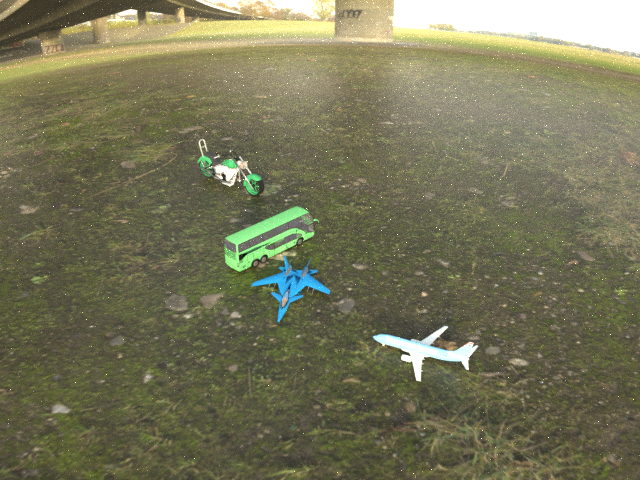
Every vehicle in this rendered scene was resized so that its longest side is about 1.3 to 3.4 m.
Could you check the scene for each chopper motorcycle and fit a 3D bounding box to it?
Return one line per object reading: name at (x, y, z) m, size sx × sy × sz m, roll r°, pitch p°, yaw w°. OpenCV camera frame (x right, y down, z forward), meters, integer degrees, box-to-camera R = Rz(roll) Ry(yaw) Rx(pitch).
chopper motorcycle at (-1.663, -1.336, 12.897) m, size 1.563 × 0.761 × 0.466 m, roll 21°, pitch 36°, yaw 31°

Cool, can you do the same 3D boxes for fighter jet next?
fighter jet at (-0.441, 0.687, 9.923) m, size 1.147 × 0.286 × 1.358 m, roll 5°, pitch 31°, yaw 9°

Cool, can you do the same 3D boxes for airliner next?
airliner at (1.280, 1.288, 8.758) m, size 1.307 × 0.429 × 1.161 m, roll 13°, pitch 33°, yaw 21°

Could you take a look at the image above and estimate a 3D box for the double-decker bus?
double-decker bus at (-0.744, -0.048, 10.921) m, size 1.672 × 0.541 × 0.389 m, roll -26°, pitch 39°, yaw -37°
